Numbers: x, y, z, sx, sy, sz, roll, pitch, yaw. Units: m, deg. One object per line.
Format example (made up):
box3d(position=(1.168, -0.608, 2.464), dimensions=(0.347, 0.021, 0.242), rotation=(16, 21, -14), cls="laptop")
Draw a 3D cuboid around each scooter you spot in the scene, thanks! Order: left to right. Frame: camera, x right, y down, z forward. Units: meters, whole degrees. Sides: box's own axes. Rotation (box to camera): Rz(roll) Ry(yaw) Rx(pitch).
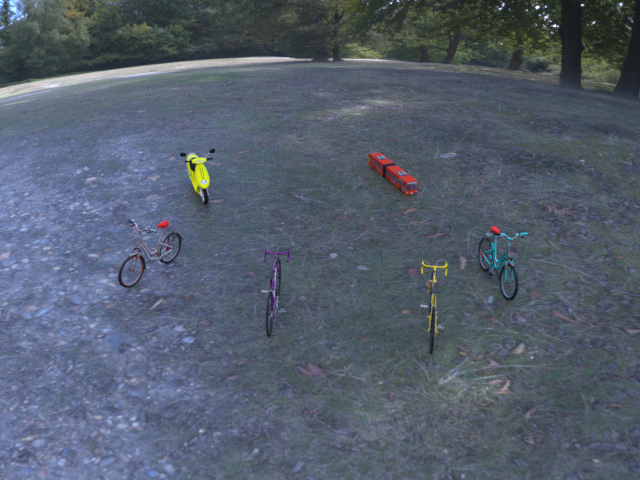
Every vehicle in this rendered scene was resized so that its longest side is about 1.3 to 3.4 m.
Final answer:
box3d(position=(-2.336, -1.327, 13.397), dimensions=(0.662, 0.919, 1.399), rotation=(-10, 29, -17), cls="scooter")

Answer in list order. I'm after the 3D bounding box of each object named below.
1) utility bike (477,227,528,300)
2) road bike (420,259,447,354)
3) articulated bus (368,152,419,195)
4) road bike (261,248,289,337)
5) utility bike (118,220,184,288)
box3d(position=(2.709, 0.217, 10.444), dimensions=(0.535, 0.946, 1.435), rotation=(-5, 28, -9), cls="utility bike")
box3d(position=(1.513, 0.836, 9.375), dimensions=(0.358, 0.852, 1.545), rotation=(4, 28, 7), cls="road bike")
box3d(position=(1.452, -1.363, 14.138), dimensions=(0.311, 0.289, 1.749), rotation=(-11, 30, -19), cls="articulated bus")
box3d(position=(-0.642, 0.661, 9.706), dimensions=(0.358, 0.852, 1.545), rotation=(2, 28, 3), cls="road bike")
box3d(position=(-2.528, 0.112, 10.644), dimensions=(0.535, 0.946, 1.435), rotation=(15, 32, 27), cls="utility bike")
